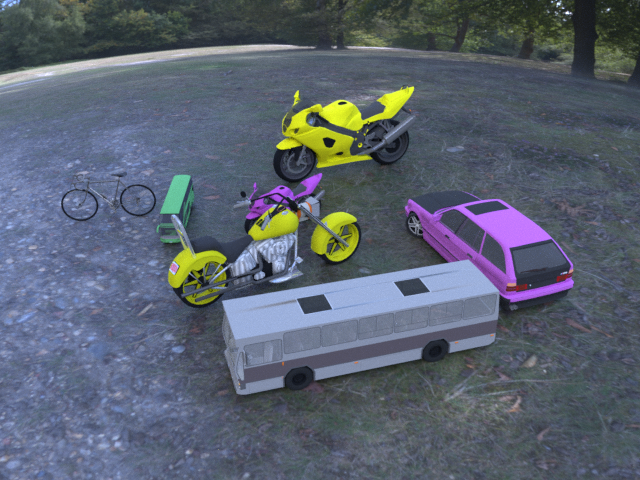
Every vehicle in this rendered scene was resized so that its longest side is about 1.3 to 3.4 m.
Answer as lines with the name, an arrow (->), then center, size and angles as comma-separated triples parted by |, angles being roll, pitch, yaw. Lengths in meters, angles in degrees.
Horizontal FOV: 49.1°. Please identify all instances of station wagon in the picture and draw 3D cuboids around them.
station wagon -> 2.415, -0.114, 10.515 | 1.327, 0.920, 3.105 | -11, 31, -19

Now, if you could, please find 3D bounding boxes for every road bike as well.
road bike -> -3.549, -0.740, 11.720 | 1.545, 0.852, 0.358 | -5, 29, -10

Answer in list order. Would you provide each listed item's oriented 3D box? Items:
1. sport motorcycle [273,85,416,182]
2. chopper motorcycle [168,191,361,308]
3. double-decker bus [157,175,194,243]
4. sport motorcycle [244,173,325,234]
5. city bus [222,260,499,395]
sport motorcycle -> 0.476, -2.034, 13.293 | 2.955, 1.596, 0.983 | -13, 32, -22
chopper motorcycle -> -0.688, -0.022, 9.770 | 3.040, 1.480, 0.906 | -18, 34, -29
double-decker bus -> -2.375, -0.518, 11.638 | 0.389, 0.541, 1.672 | -1, 29, -2
sport motorcycle -> -0.585, -0.581, 11.463 | 1.520, 0.821, 0.506 | -20, 34, -31
city bus -> 0.502, 1.042, 8.448 | 3.255, 0.894, 0.926 | -9, 30, -15
